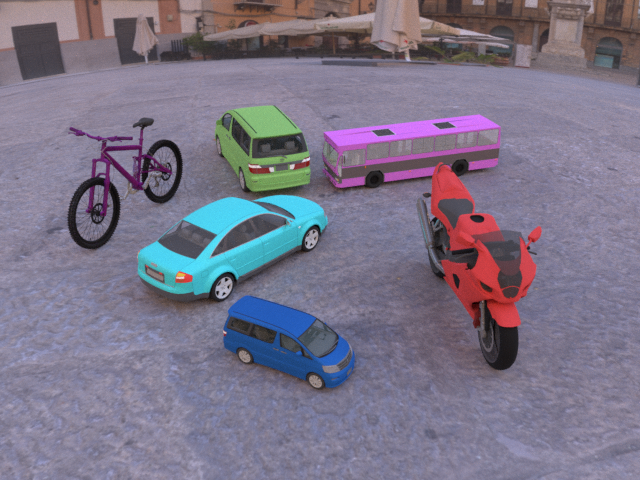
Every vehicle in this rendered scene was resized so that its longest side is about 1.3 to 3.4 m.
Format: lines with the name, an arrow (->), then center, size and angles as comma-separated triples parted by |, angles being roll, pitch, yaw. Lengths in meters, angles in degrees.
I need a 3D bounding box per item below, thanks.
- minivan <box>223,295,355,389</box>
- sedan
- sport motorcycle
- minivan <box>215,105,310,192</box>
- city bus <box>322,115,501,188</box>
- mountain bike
minivan -> -0.353, 1.148, 8.026 | 1.548, 0.616, 0.681 | 14, 31, 25
sedan -> -1.144, -0.093, 10.023 | 1.235, 0.940, 3.137 | 22, 35, 35
sport motorcycle -> 1.871, 0.233, 8.707 | 0.983, 1.596, 2.955 | -4, 28, -7
minivan -> -1.155, -1.869, 13.103 | 1.324, 1.197, 3.011 | -10, 29, -18
city bus -> 1.700, -1.631, 12.976 | 3.255, 0.894, 0.926 | -9, 29, -16
mountain bike -> -3.017, -1.047, 11.027 | 1.114, 1.688, 2.857 | 11, 30, 20
